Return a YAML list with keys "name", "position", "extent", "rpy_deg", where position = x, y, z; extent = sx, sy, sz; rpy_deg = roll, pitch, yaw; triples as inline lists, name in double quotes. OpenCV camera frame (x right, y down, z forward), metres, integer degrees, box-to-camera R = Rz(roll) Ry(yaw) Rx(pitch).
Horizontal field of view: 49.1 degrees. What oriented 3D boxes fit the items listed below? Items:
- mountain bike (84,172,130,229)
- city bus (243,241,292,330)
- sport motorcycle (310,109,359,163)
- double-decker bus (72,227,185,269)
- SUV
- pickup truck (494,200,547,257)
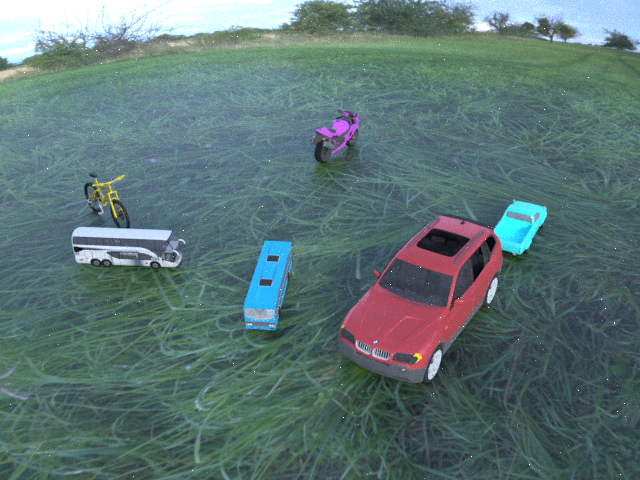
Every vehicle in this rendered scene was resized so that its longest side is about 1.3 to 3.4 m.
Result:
- name: "mountain bike"
  position: [-3.630, -0.700, 11.810]
  extent: [0.573, 0.868, 1.469]
  rpy_deg: [-25, 39, -36]
- name: "city bus"
  position: [-0.711, 0.625, 9.933]
  extent: [0.476, 0.460, 1.674]
  rpy_deg: [3, 30, 5]
- name: "sport motorcycle"
  position: [0.350, -2.137, 14.332]
  extent: [0.506, 0.821, 1.520]
  rpy_deg: [20, 35, 30]
- name: "double-decker bus"
  position: [-2.928, 0.117, 10.729]
  extent: [1.672, 0.541, 0.389]
  rpy_deg: [2, 30, 4]
- name: "SUV"
  position: [1.421, 0.639, 9.243]
  extent: [1.276, 1.128, 3.058]
  rpy_deg: [18, 35, 28]
- name: "pickup truck"
  position: [3.224, -0.249, 11.390]
  extent: [0.640, 0.511, 1.603]
  rpy_deg: [16, 34, 25]
